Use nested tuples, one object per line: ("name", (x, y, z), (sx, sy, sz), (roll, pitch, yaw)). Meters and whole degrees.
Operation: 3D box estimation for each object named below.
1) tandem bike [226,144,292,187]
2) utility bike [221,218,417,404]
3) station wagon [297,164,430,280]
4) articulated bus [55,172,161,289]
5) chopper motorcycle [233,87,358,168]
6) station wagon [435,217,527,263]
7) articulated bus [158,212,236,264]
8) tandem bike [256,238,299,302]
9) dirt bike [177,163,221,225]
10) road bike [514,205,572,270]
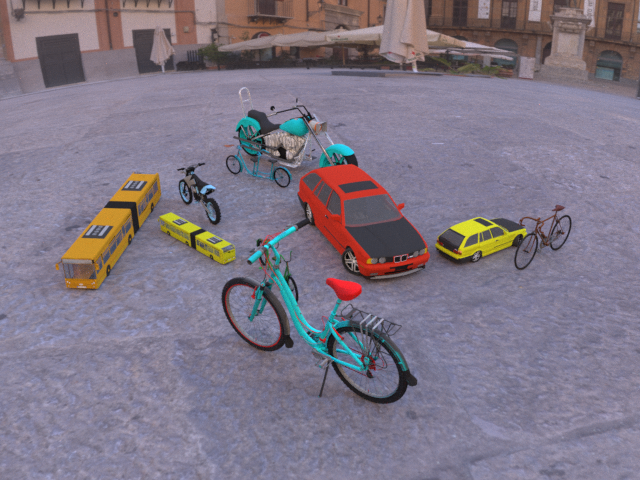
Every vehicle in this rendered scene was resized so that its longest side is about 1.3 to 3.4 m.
("tandem bike", (-1.217, -1.471, 13.651), (1.642, 0.682, 0.283), (17, 32, 30))
("utility bike", (-0.168, 0.844, 7.868), (2.791, 1.839, 1.039), (18, 32, 32))
("station wagon", (0.636, -0.427, 11.354), (1.327, 0.920, 3.105), (-10, 29, -18))
("articulated bus", (-3.308, -0.263, 11.429), (0.605, 0.561, 3.401), (2, 27, 4))
("chopper motorcycle", (-0.530, -2.099, 14.001), (3.040, 1.480, 0.906), (20, 33, 34))
("station wagon", (2.606, -0.085, 11.178), (1.597, 0.473, 0.682), (-17, 32, -30))
("articulated bus", (-2.005, -0.045, 11.300), (0.311, 0.289, 1.749), (-24, 36, -39))
("tandem bike", (-0.637, 0.317, 10.164), (0.283, 0.682, 1.642), (-12, 29, -21))
("dirt bike", (-2.143, -0.853, 12.255), (0.527, 0.857, 1.493), (-18, 32, -32))
("road bike", (3.462, -0.085, 10.762), (1.545, 0.852, 0.358), (-22, 34, -36))
